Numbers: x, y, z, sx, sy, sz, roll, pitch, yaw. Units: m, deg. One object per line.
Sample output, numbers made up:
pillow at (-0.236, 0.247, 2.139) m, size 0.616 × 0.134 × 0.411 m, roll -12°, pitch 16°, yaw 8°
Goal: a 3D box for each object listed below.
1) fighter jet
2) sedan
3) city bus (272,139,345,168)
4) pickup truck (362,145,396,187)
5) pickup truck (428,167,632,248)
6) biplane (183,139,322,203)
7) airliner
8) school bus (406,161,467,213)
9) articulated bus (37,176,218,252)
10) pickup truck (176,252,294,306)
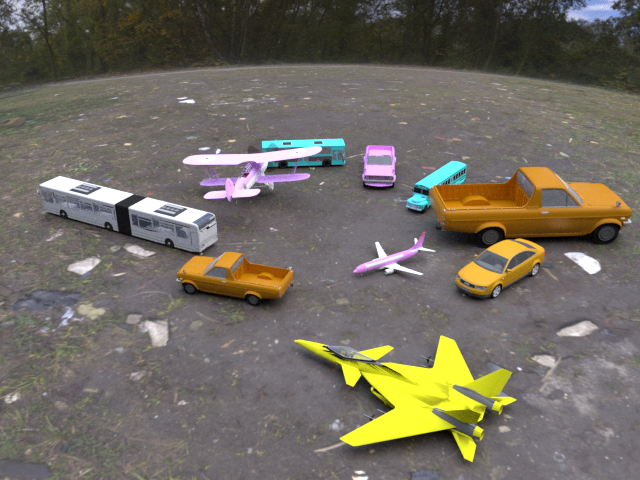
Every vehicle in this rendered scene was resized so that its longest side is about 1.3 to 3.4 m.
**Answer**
fighter jet at (0.755, 1.441, 7.859) m, size 2.640 × 0.557 × 2.229 m, roll 18°, pitch 32°, yaw 31°
sedan at (2.603, 0.345, 10.065) m, size 1.613 × 0.483 × 0.635 m, roll -22°, pitch 34°, yaw -36°
city bus at (-0.340, -1.738, 14.131) m, size 1.674 × 0.460 × 0.476 m, roll -2°, pitch 27°, yaw -5°
pickup truck at (1.161, -1.503, 13.621) m, size 0.640 × 0.511 × 1.603 m, roll 2°, pitch 27°, yaw 5°
pickup truck at (3.369, -0.596, 11.334) m, size 3.117 × 0.993 × 1.244 m, roll -2°, pitch 27°, yaw -3°
biplane at (-1.310, -1.126, 12.376) m, size 2.598 × 0.981 × 2.120 m, roll 6°, pitch 28°, yaw 12°
airliner at (1.047, 0.214, 10.379) m, size 1.307 × 0.429 × 1.161 m, roll -15°, pitch 31°, yaw -26°
school bus at (2.117, -0.971, 12.673) m, size 0.365 × 0.434 × 1.708 m, roll 19°, pitch 33°, yaw 32°
articulated bus at (-3.222, -0.455, 11.532) m, size 3.401 × 0.561 × 0.605 m, roll 14°, pitch 30°, yaw 25°
pickup truck at (-1.188, 0.488, 9.758) m, size 1.603 × 0.511 × 0.640 m, roll 8°, pitch 28°, yaw 16°
